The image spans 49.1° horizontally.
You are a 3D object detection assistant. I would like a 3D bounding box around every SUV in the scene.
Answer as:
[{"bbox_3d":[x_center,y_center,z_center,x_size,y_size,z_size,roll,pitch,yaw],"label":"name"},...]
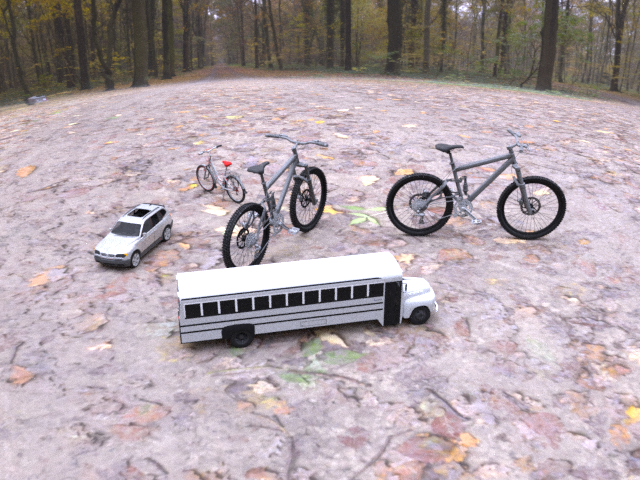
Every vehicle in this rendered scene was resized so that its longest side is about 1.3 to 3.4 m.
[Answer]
[{"bbox_3d":[-2.890,-0.103,10.918,0.656,0.580,1.572,8,26,16],"label":"SUV"}]

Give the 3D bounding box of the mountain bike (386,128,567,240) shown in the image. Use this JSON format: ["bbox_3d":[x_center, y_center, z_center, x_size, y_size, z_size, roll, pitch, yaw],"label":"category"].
[{"bbox_3d":[2.491,-0.808,11.113,2.857,1.688,1.114,2,25,4],"label":"mountain bike"}]

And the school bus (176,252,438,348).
[{"bbox_3d":[-0.122,0.719,8.875,3.322,0.844,0.709,-6,26,-12],"label":"school bus"}]

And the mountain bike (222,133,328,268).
[{"bbox_3d":[-0.613,-0.607,10.689,1.114,1.688,2.857,14,29,26],"label":"mountain bike"}]

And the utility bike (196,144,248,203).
[{"bbox_3d":[-1.867,-1.200,12.807,1.435,0.946,0.535,22,33,38],"label":"utility bike"}]
